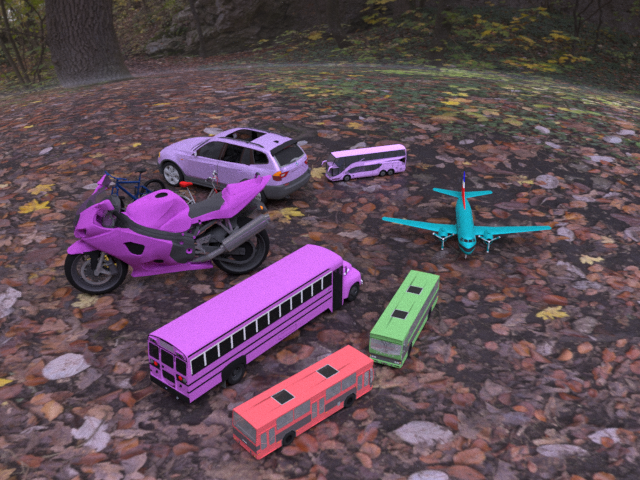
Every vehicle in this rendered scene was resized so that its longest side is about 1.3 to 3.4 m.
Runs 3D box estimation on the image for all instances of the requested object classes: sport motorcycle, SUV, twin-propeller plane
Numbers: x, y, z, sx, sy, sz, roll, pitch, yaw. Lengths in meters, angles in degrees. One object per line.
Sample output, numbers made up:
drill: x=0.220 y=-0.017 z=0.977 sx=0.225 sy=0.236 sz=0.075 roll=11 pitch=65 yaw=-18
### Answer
sport motorcycle: x=-2.106 y=-0.097 z=9.856 sx=2.955 sy=1.596 sz=0.983 roll=-8 pitch=28 yaw=-15
SUV: x=-1.656 y=-1.520 z=13.128 sx=3.058 sy=1.128 sz=1.276 roll=15 pitch=31 yaw=27
twin-propeller plane: x=2.351 y=-0.410 z=11.342 sx=2.663 sy=0.792 sz=2.129 roll=3 pitch=27 yaw=7

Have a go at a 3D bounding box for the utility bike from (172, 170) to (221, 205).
utility bike: x=-1.966 y=-0.678 z=11.693 sx=1.435 sy=0.946 sz=0.535 roll=3 pitch=27 yaw=7

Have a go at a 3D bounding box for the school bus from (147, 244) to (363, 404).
school bus: x=-0.636 y=0.871 z=8.798 sx=0.709 sy=0.844 sz=3.322 roll=20 pitch=33 yaw=34

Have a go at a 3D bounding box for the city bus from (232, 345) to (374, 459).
city bus: x=-0.144 y=1.730 z=7.551 sx=1.674 sy=0.460 sz=0.476 roll=-23 pitch=35 yaw=-37

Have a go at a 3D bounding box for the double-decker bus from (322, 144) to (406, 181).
double-decker bus: x=0.882 y=-1.510 z=13.751 sx=1.672 sy=0.541 sz=0.389 roll=-9 pitch=29 yaw=-17

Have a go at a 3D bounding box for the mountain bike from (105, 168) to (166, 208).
mountain bike: x=-3.234 y=-0.785 z=11.987 sx=0.573 sy=0.868 sz=1.469 roll=20 pitch=33 yaw=33

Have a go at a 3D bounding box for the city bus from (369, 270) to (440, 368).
city bus: x=1.106 y=0.991 z=8.985 sx=0.476 sy=0.460 sz=1.674 roll=11 pitch=29 yaw=21
